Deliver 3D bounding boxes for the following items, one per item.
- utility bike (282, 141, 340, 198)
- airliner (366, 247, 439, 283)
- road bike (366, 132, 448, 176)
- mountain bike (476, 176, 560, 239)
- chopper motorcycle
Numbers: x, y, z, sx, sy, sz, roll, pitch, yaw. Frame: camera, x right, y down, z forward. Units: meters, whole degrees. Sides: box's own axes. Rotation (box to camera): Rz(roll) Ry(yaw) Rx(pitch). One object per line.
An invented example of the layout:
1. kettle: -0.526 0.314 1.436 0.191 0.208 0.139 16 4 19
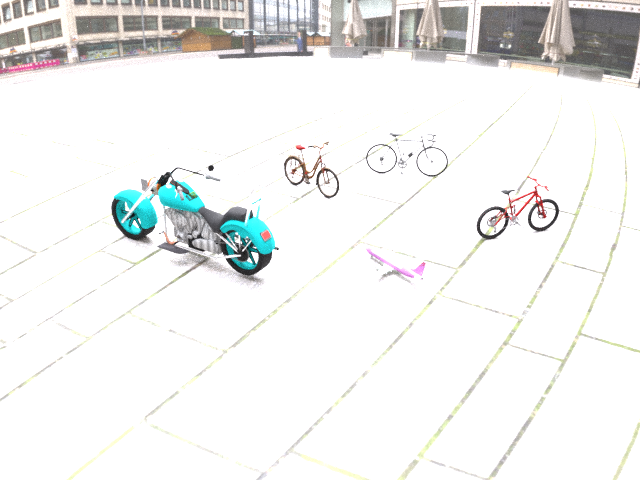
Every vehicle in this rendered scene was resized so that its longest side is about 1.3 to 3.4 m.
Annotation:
1. utility bike: -0.146 -1.343 12.540 1.435 0.946 0.535 24 36 38
2. airliner: 1.073 0.263 10.053 1.161 0.429 1.307 -18 33 -31
3. road bike: 1.637 -1.620 13.166 1.545 0.852 0.358 5 28 9
4. mountain bike: 3.131 -0.469 10.970 1.469 0.868 0.573 -8 29 -15
5. chopper motorcycle: -1.948 -0.426 10.232 3.040 1.480 0.906 17 32 29
